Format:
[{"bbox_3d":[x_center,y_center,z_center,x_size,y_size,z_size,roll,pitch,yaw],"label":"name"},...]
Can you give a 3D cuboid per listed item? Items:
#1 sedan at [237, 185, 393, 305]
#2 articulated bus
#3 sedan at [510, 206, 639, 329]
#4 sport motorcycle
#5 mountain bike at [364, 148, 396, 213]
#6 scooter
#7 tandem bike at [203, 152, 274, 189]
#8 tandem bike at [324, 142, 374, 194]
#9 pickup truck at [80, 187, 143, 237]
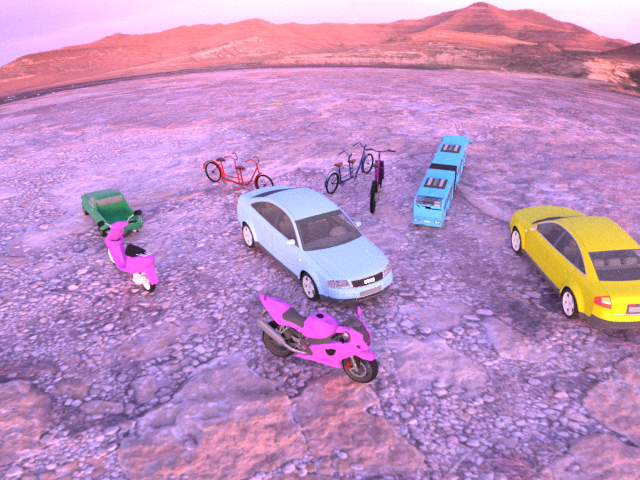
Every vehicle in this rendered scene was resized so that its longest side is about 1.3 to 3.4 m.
[{"bbox_3d":[-0.155,-0.101,10.171,1.235,0.940,3.137,-16,31,-28],"label":"sedan"},{"bbox_3d":[2.235,-1.145,12.648,0.605,0.561,3.401,8,28,16],"label":"articulated bus"},{"bbox_3d":[3.630,0.148,9.680,1.235,0.940,3.137,-4,27,-7],"label":"sedan"},{"bbox_3d":[-0.029,1.106,7.923,1.520,0.821,0.506,14,30,25],"label":"sport motorcycle"},{"bbox_3d":[0.993,-1.069,12.159,0.573,0.868,1.469,5,27,10],"label":"mountain bike"},{"bbox_3d":[-2.659,0.129,9.741,0.662,0.919,1.399,-21,34,-36],"label":"scooter"},{"bbox_3d":[-1.503,-1.255,12.732,1.642,0.682,0.283,16,31,29],"label":"tandem bike"},{"bbox_3d":[0.560,-1.361,12.941,0.283,0.682,1.642,18,32,31],"label":"tandem bike"},{"bbox_3d":[-3.427,-0.505,11.443,0.640,0.511,1.603,-16,31,-28],"label":"pickup truck"}]
